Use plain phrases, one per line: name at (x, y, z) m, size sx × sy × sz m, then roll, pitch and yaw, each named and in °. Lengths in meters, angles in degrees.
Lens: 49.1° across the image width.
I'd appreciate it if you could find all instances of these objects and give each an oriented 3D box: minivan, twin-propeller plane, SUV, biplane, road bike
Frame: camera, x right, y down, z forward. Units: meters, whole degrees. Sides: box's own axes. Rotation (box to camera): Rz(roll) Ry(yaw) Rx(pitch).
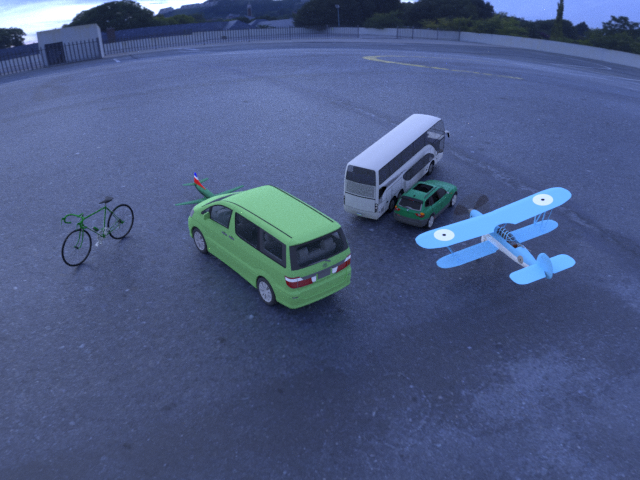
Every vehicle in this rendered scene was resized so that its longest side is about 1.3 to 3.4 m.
minivan at (-0.860, -0.114, 10.477) m, size 1.324 × 1.197 × 3.011 m, roll -22°, pitch 37°, yaw -33°
twin-propeller plane at (-2.018, -0.868, 12.570) m, size 1.370 × 0.407 × 1.095 m, roll -19°, pitch 35°, yaw -30°
SUV at (1.855, -0.725, 12.150) m, size 0.656 × 0.580 × 1.572 m, roll 18°, pitch 35°, yaw 28°
biplane at (2.751, 0.041, 10.426) m, size 2.598 × 0.981 × 2.120 m, roll -11°, pitch 32°, yaw -19°
road bike at (-3.474, -0.199, 10.970) m, size 0.358 × 0.852 × 1.545 m, roll 16°, pitch 34°, yaw 25°

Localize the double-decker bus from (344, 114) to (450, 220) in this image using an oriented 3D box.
double-decker bus at (1.464, -1.447, 12.928) m, size 0.756 × 1.052 × 3.251 m, roll 16°, pitch 34°, yaw 26°
